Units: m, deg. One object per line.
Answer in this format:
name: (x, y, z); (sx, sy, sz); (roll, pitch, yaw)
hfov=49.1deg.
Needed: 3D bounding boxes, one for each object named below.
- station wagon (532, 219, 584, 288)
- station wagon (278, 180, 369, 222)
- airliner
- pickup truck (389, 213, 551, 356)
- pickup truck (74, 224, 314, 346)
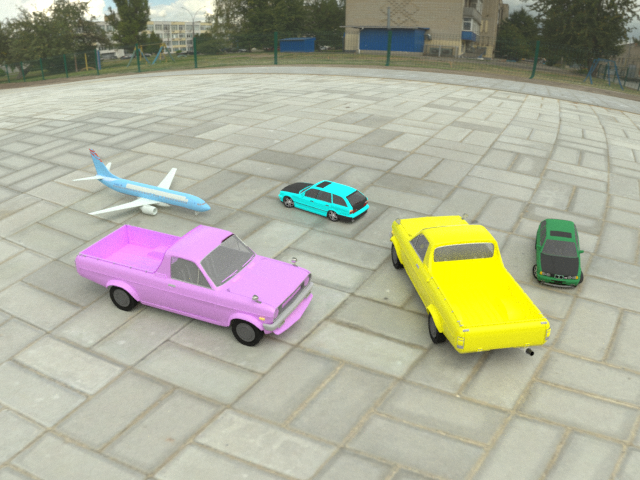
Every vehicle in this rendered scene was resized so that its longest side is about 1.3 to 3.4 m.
station wagon: (3.484, 0.137, 10.231); (0.682, 0.473, 1.597); (7, 28, 14)
station wagon: (0.038, -0.741, 11.934); (1.597, 0.473, 0.682); (18, 32, 31)
airliner: (-2.961, -0.986, 12.014); (2.541, 0.835, 2.257); (13, 30, 23)
pickup truck: (1.821, 0.404, 9.146); (1.244, 0.993, 3.117); (-4, 28, -8)
pickup truck: (-1.664, 0.395, 9.163); (3.117, 0.993, 1.244); (12, 30, 22)
